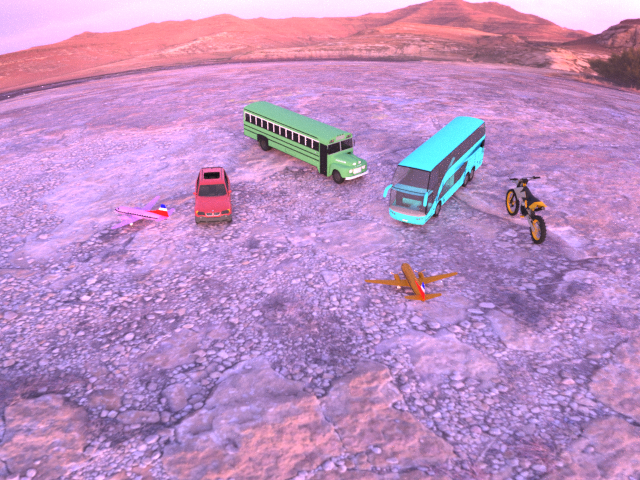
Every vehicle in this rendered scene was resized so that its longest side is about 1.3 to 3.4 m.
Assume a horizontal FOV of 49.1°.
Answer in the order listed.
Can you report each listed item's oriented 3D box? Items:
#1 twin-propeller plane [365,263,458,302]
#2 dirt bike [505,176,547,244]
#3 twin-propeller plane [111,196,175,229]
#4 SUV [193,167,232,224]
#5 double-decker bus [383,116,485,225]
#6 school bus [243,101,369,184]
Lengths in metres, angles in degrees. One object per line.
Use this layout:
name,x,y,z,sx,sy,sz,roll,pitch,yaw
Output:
twin-propeller plane,1.325,0.547,9.923,1.370,0.407,1.095,-4,29,-8
dirt bike,3.391,-0.575,11.534,0.527,0.857,1.493,-4,29,-8
twin-propeller plane,-3.029,-0.493,11.857,1.095,0.407,1.370,11,30,19
SUV,-1.875,-0.804,12.253,0.656,0.580,1.572,-4,28,-7
double-decker bus,2.171,-1.291,12.661,0.756,1.052,3.251,15,32,26
school bus,-0.336,-2.032,14.257,0.709,0.844,3.322,-22,35,-35
